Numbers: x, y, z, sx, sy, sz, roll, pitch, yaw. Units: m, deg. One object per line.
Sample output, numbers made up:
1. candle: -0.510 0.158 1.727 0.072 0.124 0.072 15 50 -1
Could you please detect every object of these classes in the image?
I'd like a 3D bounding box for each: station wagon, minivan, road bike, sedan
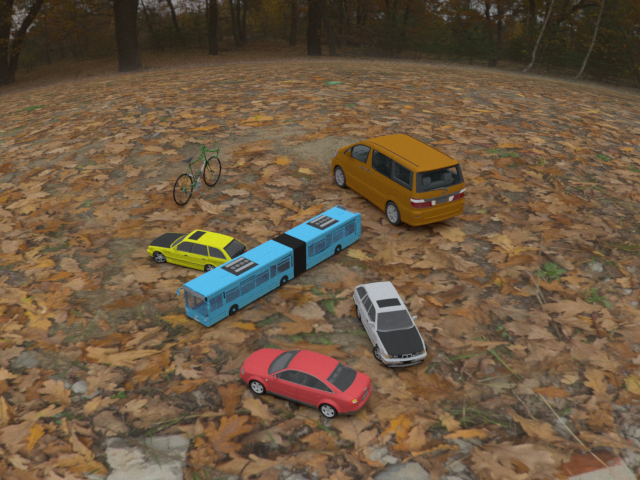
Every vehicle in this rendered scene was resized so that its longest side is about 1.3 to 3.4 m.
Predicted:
1. station wagon: -1.931 0.125 10.944 1.597 0.473 0.682 11 30 20
2. minivan: 1.330 -1.271 12.777 1.324 1.197 3.011 -14 31 -25
3. road bike: -2.283 -1.230 13.066 0.358 0.852 1.545 13 31 23
4. sedan: -0.189 1.586 8.216 1.613 0.483 0.635 13 31 22
5. station wagon: 0.904 1.042 9.238 0.682 0.473 1.597 -6 29 -11

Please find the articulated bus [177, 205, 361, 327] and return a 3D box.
1. articulated bus: -0.606 0.301 10.524 0.605 0.561 3.401 22 35 35
